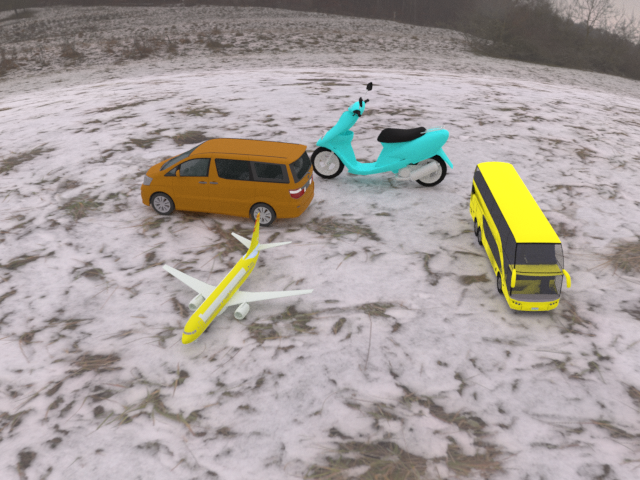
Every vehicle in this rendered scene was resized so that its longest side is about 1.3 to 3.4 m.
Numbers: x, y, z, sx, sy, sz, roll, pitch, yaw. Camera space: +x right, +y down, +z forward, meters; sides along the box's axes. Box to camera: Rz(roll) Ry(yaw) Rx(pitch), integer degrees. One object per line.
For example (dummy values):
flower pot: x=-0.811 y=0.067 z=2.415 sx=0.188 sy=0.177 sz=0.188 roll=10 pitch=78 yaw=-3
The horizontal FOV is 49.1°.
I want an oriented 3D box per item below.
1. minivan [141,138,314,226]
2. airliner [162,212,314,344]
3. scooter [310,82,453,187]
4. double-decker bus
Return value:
minivan: x=-1.635 y=-1.094 z=12.128 sx=3.011 sy=1.197 sz=1.324 roll=7 pitch=28 yaw=13
airliner: x=-1.259 y=0.489 z=9.411 sx=2.257 sy=0.835 sz=2.541 roll=8 pitch=28 yaw=16
scooter: x=1.147 y=-1.907 z=13.080 sx=2.721 sy=1.786 sz=1.288 roll=5 pitch=27 yaw=10
double-decker bus: x=2.845 y=-0.123 z=10.378 sx=0.756 sy=1.052 sz=3.251 roll=0 pitch=27 yaw=1
